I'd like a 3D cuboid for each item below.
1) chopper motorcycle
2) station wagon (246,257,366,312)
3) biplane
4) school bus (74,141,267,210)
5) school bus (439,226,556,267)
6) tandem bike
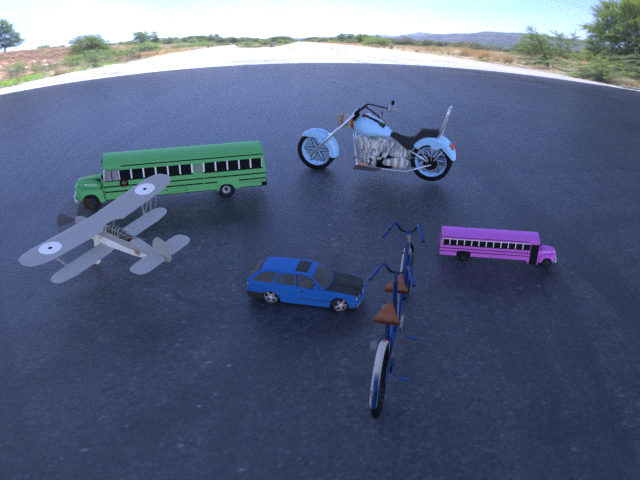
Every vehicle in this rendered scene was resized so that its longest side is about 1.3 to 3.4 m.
[{"bbox_3d":[1.033,-1.906,13.073,3.040,1.480,0.906,9,29,17],"label":"chopper motorcycle"},{"bbox_3d":[-0.180,0.559,9.447,1.597,0.473,0.682,6,28,11],"label":"station wagon"},{"bbox_3d":[-2.881,-0.002,9.971,2.120,0.981,2.598,19,33,31],"label":"biplane"},{"bbox_3d":[-2.634,-1.173,12.356,3.322,0.844,0.709,-6,28,-12],"label":"school bus"},{"bbox_3d":[2.637,0.084,10.396,1.708,0.434,0.365,4,28,7],"label":"school bus"},{"bbox_3d":[0.887,0.727,8.207,0.550,1.326,3.192,6,28,12],"label":"tandem bike"}]
